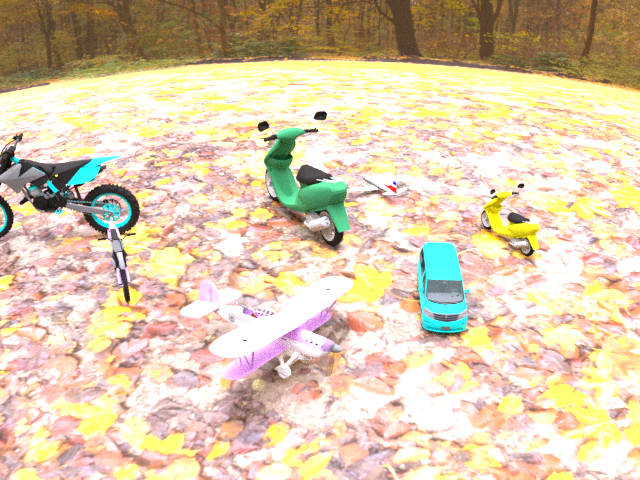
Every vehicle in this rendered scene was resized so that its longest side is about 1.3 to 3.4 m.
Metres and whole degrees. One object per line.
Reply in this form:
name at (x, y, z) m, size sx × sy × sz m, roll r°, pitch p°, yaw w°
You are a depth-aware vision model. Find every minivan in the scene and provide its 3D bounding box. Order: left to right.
minivan at (1.668, 0.632, 9.615) m, size 0.681 × 0.616 × 1.548 m, roll 2°, pitch 28°, yaw 3°

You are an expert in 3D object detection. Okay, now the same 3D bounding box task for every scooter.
scooter at (-0.292, -1.106, 11.630) m, size 1.288 × 1.786 × 2.721 m, roll -15°, pitch 32°, yaw -26°
scooter at (3.037, -0.375, 11.182) m, size 0.662 × 0.919 × 1.399 m, roll -12°, pitch 30°, yaw -21°

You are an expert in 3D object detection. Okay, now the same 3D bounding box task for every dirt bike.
dirt bike at (-4.390, -0.765, 11.117) m, size 2.903 × 1.666 × 1.024 m, roll -3°, pitch 28°, yaw -6°
dirt bike at (-2.894, 0.240, 10.093) m, size 0.527 × 0.857 × 1.493 m, roll -10°, pitch 30°, yaw -18°

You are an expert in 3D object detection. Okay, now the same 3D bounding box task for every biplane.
biplane at (-0.632, 1.012, 8.513) m, size 2.120 × 0.981 × 2.598 m, roll 16°, pitch 32°, yaw 28°

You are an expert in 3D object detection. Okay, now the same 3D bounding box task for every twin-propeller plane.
twin-propeller plane at (1.106, -1.062, 13.013) m, size 1.370 × 0.407 × 1.095 m, roll -16°, pitch 32°, yaw -27°
